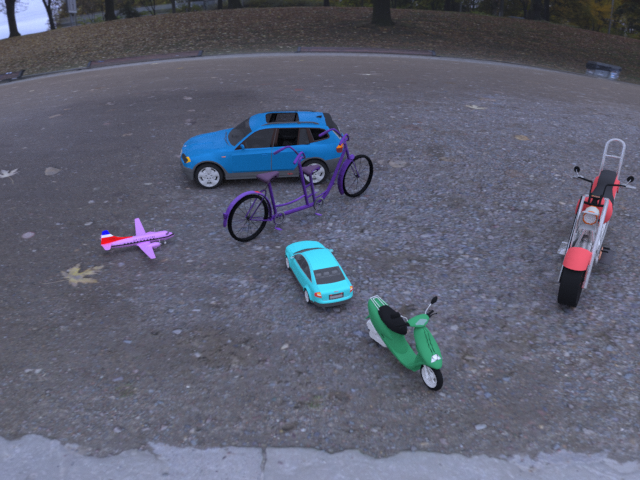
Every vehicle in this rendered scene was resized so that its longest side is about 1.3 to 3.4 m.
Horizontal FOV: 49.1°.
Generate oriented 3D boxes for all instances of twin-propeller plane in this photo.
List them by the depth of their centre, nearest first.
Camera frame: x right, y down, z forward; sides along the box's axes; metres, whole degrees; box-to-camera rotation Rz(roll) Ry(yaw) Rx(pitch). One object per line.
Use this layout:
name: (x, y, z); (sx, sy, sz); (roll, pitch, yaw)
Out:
twin-propeller plane: (-2.746, -0.048, 10.563); (1.095, 0.407, 1.370); (-11, 31, -20)

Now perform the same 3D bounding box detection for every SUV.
SUV: (-1.039, -1.728, 12.859); (3.058, 1.128, 1.276); (-3, 29, -5)

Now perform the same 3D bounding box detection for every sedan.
sedan: (-0.043, 0.377, 9.716); (0.635, 0.483, 1.613); (-9, 30, -17)

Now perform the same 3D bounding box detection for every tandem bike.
tandem bike: (-0.255, -0.945, 11.238); (3.192, 1.326, 0.550); (-24, 37, -36)

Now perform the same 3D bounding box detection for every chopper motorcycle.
chopper motorcycle: (3.874, -0.314, 9.936); (0.906, 1.480, 3.040); (14, 32, 24)

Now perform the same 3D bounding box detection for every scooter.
scooter: (0.960, 1.047, 8.050); (0.662, 0.919, 1.399); (-17, 33, -28)
